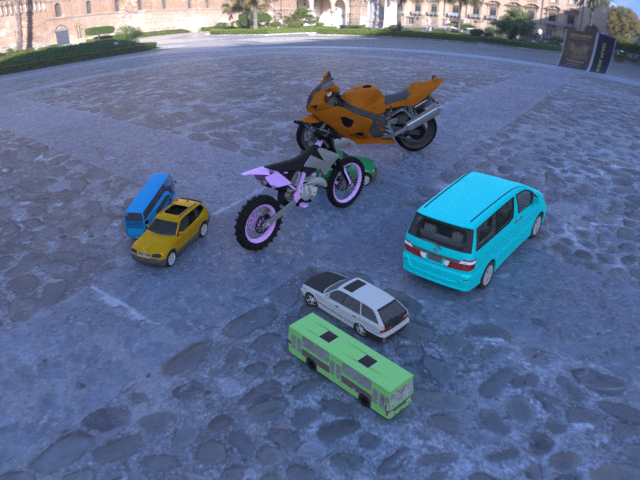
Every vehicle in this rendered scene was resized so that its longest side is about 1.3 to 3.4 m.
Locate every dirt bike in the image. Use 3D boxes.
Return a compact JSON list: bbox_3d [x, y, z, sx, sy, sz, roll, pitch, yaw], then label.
[{"bbox_3d":[-0.256,-0.957,11.287,1.024,1.666,2.903,26,39,37],"label":"dirt bike"}]

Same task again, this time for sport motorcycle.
[{"bbox_3d":[0.985,-2.494,14.001,2.955,1.596,0.983,-4,30,-7],"label":"sport motorcycle"}]

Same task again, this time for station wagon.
[{"bbox_3d":[0.440,0.796,9.458,0.682,0.473,1.597,-26,39,-37],"label":"station wagon"}]

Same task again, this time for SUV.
[{"bbox_3d":[0.293,-1.391,13.114,1.572,0.580,0.656,-2,30,-3],"label":"SUV"},{"bbox_3d":[-2.330,-0.153,10.985,0.656,0.580,1.572,11,32,19],"label":"SUV"}]

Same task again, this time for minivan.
[{"bbox_3d":[2.468,-0.340,10.693,1.324,1.197,3.011,21,36,31],"label":"minivan"}]

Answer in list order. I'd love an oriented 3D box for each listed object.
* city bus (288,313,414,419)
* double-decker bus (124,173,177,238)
[{"bbox_3d":[0.330,1.473,8.306,0.476,0.460,1.674,-26,39,-37],"label":"city bus"},{"bbox_3d":[-2.844,-0.613,11.815,0.389,0.541,1.672,3,30,5],"label":"double-decker bus"}]
